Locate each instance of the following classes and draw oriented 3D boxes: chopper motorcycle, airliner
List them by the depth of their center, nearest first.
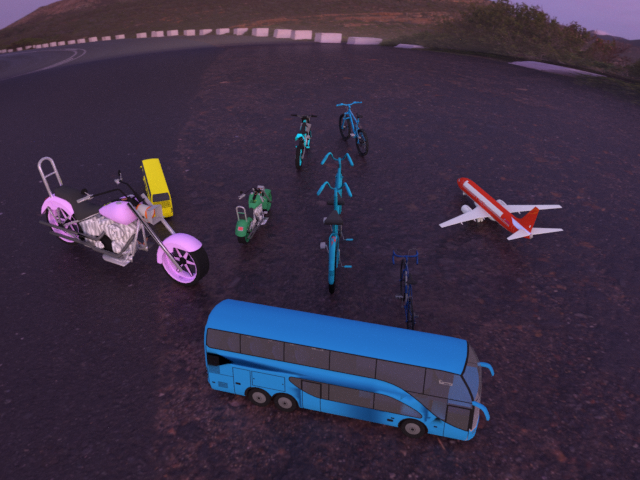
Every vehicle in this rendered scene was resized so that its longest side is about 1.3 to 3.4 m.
[{"bbox_3d":[-3.002,-0.289,10.463,3.040,1.480,0.906,15,34,23],"label":"chopper motorcycle"},{"bbox_3d":[-1.077,-0.544,11.594,0.466,0.761,1.563,7,31,11],"label":"chopper motorcycle"},{"bbox_3d":[2.939,-0.700,11.784,2.257,0.835,2.541,-9,32,-15],"label":"airliner"}]

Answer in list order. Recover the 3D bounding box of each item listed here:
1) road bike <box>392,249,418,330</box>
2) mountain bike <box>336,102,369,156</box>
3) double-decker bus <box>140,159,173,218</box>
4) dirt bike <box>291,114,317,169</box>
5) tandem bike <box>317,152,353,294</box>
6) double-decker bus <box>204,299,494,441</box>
[{"bbox_3d":[1.172,0.701,9.412,0.358,0.852,1.545,0,31,0],"label":"road bike"},{"bbox_3d":[0.693,-2.330,14.491,0.573,0.868,1.469,-11,32,-18],"label":"mountain bike"},{"bbox_3d":[-2.924,-0.955,12.499,0.389,0.541,1.672,-10,32,-16],"label":"double-decker bus"},{"bbox_3d":[-0.338,-2.046,14.025,0.527,0.857,1.493,4,31,7],"label":"dirt bike"},{"bbox_3d":[0.247,-0.431,10.852,0.550,1.326,3.192,2,31,3],"label":"tandem bike"},{"bbox_3d":[0.290,1.463,7.936,3.251,1.052,0.756,8,32,14],"label":"double-decker bus"}]
